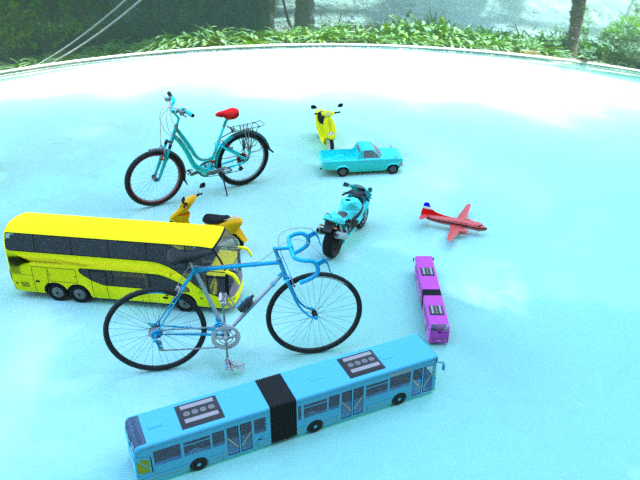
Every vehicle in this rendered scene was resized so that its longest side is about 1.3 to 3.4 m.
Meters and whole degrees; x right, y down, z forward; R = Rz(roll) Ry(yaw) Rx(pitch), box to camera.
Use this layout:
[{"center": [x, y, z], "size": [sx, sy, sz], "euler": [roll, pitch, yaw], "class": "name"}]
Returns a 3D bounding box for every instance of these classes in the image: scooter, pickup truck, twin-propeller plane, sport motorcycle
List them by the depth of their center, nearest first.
[{"center": [-1.754, -0.318, 10.670], "size": [1.399, 0.919, 0.662], "euler": [11, 31, 19], "class": "scooter"}, {"center": [0.415, -0.333, 10.796], "size": [0.506, 0.821, 1.520], "euler": [14, 32, 23], "class": "sport motorcycle"}, {"center": [2.145, -0.340, 11.231], "size": [1.095, 0.407, 1.370], "euler": [12, 32, 21], "class": "twin-propeller plane"}, {"center": [0.774, -1.577, 13.321], "size": [1.603, 0.511, 0.640], "euler": [-3, 30, -6], "class": "pickup truck"}, {"center": [0.109, -2.391, 14.350], "size": [0.662, 0.919, 1.399], "euler": [-6, 30, -10], "class": "scooter"}]

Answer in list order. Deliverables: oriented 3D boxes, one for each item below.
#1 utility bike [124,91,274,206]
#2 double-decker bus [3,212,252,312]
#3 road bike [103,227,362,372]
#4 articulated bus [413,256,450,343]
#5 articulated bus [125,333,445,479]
[{"center": [-1.985, -1.560, 11.937], "size": [2.791, 1.839, 1.039], "euler": [-17, 33, -27], "class": "utility bike"}, {"center": [-2.583, 0.285, 9.465], "size": [3.251, 1.052, 0.756], "euler": [4, 30, 7], "class": "double-decker bus"}, {"center": [-0.974, 0.741, 8.039], "size": [3.004, 1.656, 0.696], "euler": [-5, 30, -9], "class": "road bike"}, {"center": [1.485, 0.757, 9.404], "size": [0.311, 0.289, 1.749], "euler": [0, 29, 1], "class": "articulated bus"}, {"center": [-0.290, 1.725, 7.407], "size": [3.401, 0.561, 0.605], "euler": [-13, 32, -21], "class": "articulated bus"}]
